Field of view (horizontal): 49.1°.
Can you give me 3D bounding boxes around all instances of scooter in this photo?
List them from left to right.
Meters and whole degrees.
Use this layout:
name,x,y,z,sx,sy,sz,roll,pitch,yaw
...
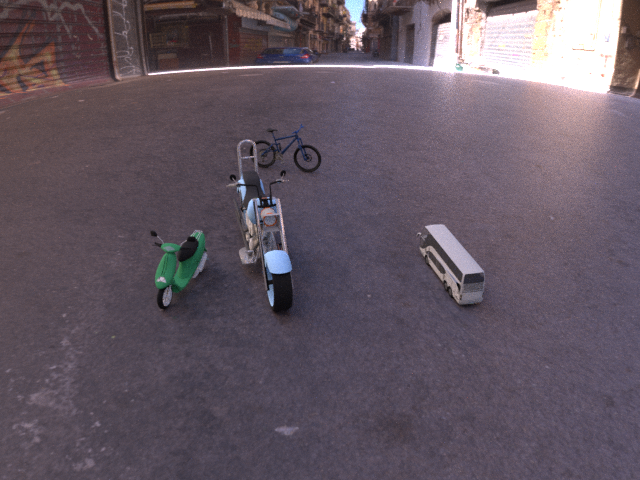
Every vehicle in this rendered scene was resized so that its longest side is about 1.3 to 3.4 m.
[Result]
name,x,y,z,sx,sy,sz,roll,pitch,yaw
scooter,-1.892,0.255,9.533,0.662,0.919,1.399,8,28,15

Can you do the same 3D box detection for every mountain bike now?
name,x,y,z,sx,sy,sz,roll,pitch,yaw
mountain bike,-0.682,-1.765,13.541,1.469,0.868,0.573,8,28,15

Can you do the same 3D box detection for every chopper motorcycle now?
name,x,y,z,sx,sy,sz,roll,pitch,yaw
chopper motorcycle,-0.824,-0.292,9.986,0.906,1.480,3.040,-6,28,-12

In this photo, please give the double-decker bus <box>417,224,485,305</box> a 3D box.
name,x,y,z,sx,sy,sz,roll,pitch,yaw
double-decker bus,1.825,0.296,9.866,0.389,0.541,1.672,-6,28,-11
